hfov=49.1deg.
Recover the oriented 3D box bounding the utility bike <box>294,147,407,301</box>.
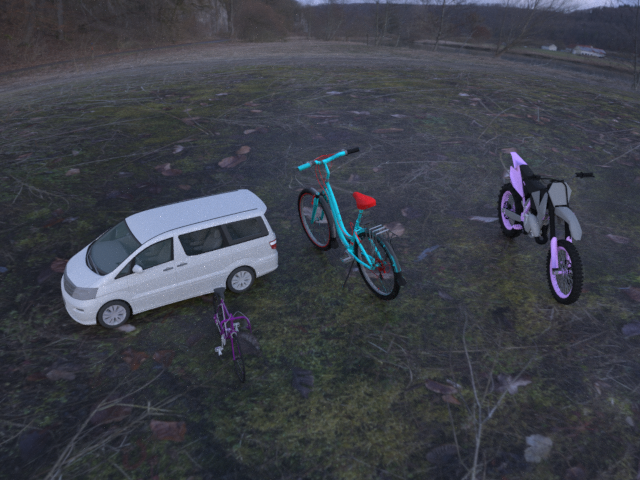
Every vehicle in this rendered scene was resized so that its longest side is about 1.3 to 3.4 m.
[{"bbox_3d":[0.302,-0.277,10.125,1.039,1.839,2.791,-17,33,-27],"label":"utility bike"}]

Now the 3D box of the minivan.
[{"bbox_3d":[-2.130,0.199,9.924,3.011,1.197,1.324,-15,32,-25],"label":"minivan"}]

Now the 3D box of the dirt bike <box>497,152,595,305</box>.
[{"bbox_3d":[3.281,-0.347,10.433,1.024,1.666,2.903,-4,29,-6],"label":"dirt bike"}]

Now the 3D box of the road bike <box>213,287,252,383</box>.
[{"bbox_3d":[-1.143,1.086,8.661,0.358,0.852,1.545,-10,30,-18],"label":"road bike"}]
